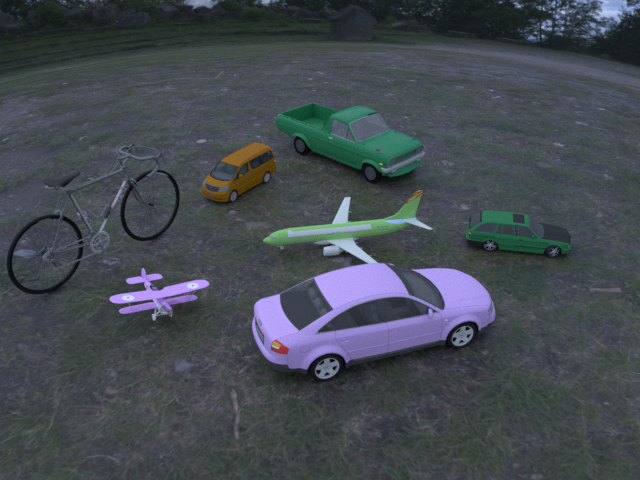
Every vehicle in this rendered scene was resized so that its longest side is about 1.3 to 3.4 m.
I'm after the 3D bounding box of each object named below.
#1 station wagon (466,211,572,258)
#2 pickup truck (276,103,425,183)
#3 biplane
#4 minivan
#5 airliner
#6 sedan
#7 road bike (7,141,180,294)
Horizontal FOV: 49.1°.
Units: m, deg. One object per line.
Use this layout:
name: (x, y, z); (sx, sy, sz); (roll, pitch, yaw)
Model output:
station wagon: (3.091, -0.129, 10.871); (1.597, 0.473, 0.682); (6, 31, 10)
pickup truck: (0.541, -2.080, 13.703); (1.244, 0.993, 3.117); (-27, 39, -38)
biplane: (-2.172, 0.725, 9.375); (1.336, 0.504, 1.090); (-18, 35, -28)
minivan: (-1.457, -1.224, 12.609); (0.681, 0.616, 1.548); (19, 35, 29)
airliner: (0.381, -0.299, 10.804); (2.541, 0.835, 2.257); (-5, 31, -9)
sedan: (0.718, 0.844, 8.738); (3.137, 0.940, 1.235); (-10, 32, -17)
road bike: (-3.190, -0.379, 10.127); (0.696, 1.656, 3.004); (21, 36, 32)
